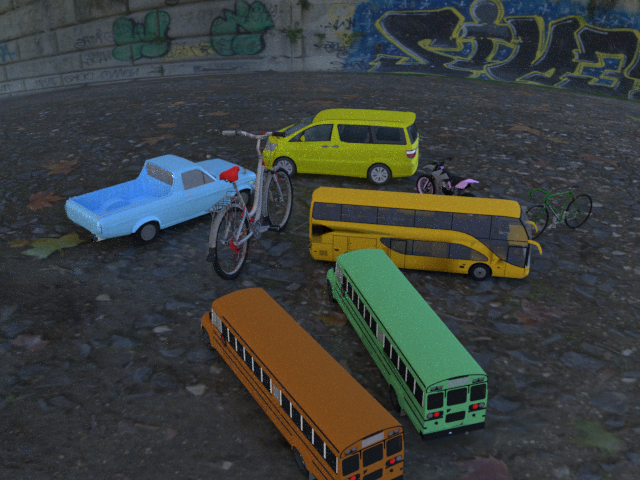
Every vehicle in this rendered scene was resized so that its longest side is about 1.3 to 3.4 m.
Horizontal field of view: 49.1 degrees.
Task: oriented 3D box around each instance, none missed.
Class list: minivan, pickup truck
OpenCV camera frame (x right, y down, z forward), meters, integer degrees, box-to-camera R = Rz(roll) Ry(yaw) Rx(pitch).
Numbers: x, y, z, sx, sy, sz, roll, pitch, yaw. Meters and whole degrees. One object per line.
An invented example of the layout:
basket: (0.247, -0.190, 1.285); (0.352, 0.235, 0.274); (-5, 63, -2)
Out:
minivan: (0.390, -1.874, 13.494); (3.011, 1.197, 1.324); (5, 27, 10)
pickup truck: (-2.522, -0.796, 11.526); (3.117, 0.993, 1.244); (-23, 34, -39)

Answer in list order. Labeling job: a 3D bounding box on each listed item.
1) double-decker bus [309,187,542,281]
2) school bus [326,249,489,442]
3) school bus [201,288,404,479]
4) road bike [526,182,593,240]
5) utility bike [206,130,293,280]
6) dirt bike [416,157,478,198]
double-decker bus: (1.467, -0.102, 10.041); (3.251, 1.052, 0.756); (5, 27, 10)
school bus: (0.830, 0.963, 8.104); (0.709, 0.844, 3.322); (-7, 27, -15)
school bus: (-0.376, 1.372, 7.270); (0.709, 0.844, 3.322); (-14, 30, -27)
road bike: (3.753, -0.478, 11.037); (1.545, 0.852, 0.358); (-13, 29, -25)
utility bike: (-1.071, -0.647, 10.259); (1.039, 1.839, 2.791); (9, 28, 19)
dirt bike: (2.173, -0.915, 11.923); (0.527, 0.857, 1.493); (-18, 31, -32)
